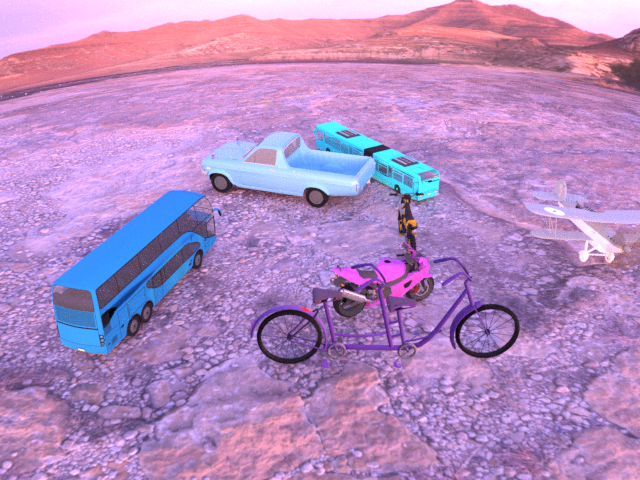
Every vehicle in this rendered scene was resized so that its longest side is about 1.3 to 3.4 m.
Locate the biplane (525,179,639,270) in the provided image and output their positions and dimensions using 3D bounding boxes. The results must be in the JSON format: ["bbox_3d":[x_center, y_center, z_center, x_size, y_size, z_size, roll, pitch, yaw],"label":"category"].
[{"bbox_3d":[4.146,-0.297,10.732,2.598,0.981,2.120,-6,28,-11],"label":"biplane"}]

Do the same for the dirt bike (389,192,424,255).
[{"bbox_3d":[1.337,-0.265,10.805,0.527,0.857,1.493,-1,28,-2],"label":"dirt bike"}]

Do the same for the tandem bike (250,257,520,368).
[{"bbox_3d":[0.778,0.873,8.144,3.192,1.326,0.550,-1,28,-2],"label":"tandem bike"}]

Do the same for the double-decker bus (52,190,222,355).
[{"bbox_3d":[-2.366,0.282,9.559,0.756,1.052,3.251,9,29,16],"label":"double-decker bus"}]

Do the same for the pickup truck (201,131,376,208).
[{"bbox_3d":[-0.591,-1.382,12.774,3.117,0.993,1.244,10,29,18],"label":"pickup truck"}]

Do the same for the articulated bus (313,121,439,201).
[{"bbox_3d":[1.011,-1.597,13.645,0.605,0.561,3.401,-17,32,-29],"label":"articulated bus"}]

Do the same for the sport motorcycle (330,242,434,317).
[{"bbox_3d":[0.853,0.556,9.286,1.520,0.821,0.506,-10,30,-19],"label":"sport motorcycle"}]
